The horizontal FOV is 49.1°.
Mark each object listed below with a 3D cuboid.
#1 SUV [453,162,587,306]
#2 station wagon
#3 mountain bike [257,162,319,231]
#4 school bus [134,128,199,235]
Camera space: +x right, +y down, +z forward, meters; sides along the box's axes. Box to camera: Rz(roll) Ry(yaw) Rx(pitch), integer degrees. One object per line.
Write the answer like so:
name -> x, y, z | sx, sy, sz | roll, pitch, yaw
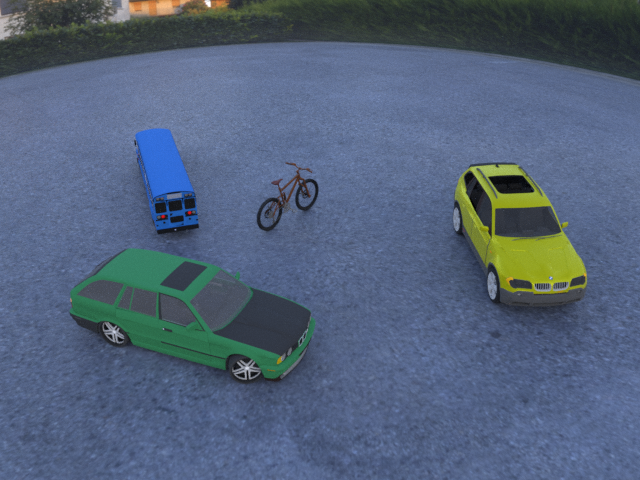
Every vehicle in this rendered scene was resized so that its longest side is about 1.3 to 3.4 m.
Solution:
SUV -> 2.853, -0.182, 10.292 | 1.276, 1.128, 3.058 | -3, 31, -5
station wagon -> -1.600, 0.833, 8.777 | 3.105, 0.920, 1.327 | 12, 33, 19
mountain bike -> -0.510, -0.723, 11.462 | 0.573, 0.868, 1.469 | 23, 38, 34
school bus -> -2.743, -1.155, 12.218 | 0.709, 0.844, 3.322 | -10, 32, -16
